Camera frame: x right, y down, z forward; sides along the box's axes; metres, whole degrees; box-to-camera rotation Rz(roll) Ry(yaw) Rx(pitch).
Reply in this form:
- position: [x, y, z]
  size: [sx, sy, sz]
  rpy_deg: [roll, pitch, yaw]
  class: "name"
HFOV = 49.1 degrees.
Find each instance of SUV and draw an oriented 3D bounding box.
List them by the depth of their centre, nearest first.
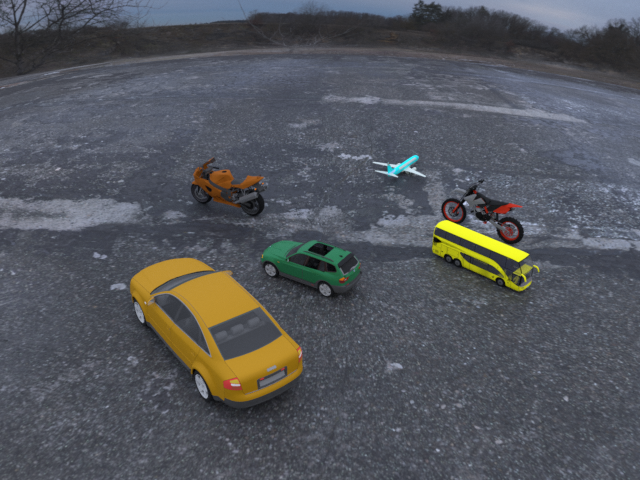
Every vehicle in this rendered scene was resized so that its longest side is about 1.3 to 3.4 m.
- position: [-0.145, 0.317, 10.351]
  size: [1.572, 0.580, 0.656]
  rpy_deg: [18, 35, 28]
  class: "SUV"

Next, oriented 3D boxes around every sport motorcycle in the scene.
- position: [-1.622, -0.907, 12.201]
  size: [1.520, 0.821, 0.506]
  rpy_deg: [14, 33, 22]
  class: "sport motorcycle"

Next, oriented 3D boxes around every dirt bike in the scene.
- position: [2.652, -0.482, 11.440]
  size: [1.493, 0.857, 0.527]
  rpy_deg: [22, 37, 33]
  class: "dirt bike"

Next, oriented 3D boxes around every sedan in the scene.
- position: [-1.434, 0.945, 8.922]
  size: [1.235, 0.940, 3.137]
  rpy_deg: [-20, 36, -31]
  class: "sedan"

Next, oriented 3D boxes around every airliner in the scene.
- position: [1.614, -1.514, 13.624]
  size: [1.161, 0.429, 1.307]
  rpy_deg: [19, 35, 29]
  class: "airliner"

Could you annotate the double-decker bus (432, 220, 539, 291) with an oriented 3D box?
- position: [2.448, 0.236, 10.528]
  size: [1.672, 0.541, 0.389]
  rpy_deg: [26, 39, 37]
  class: "double-decker bus"
